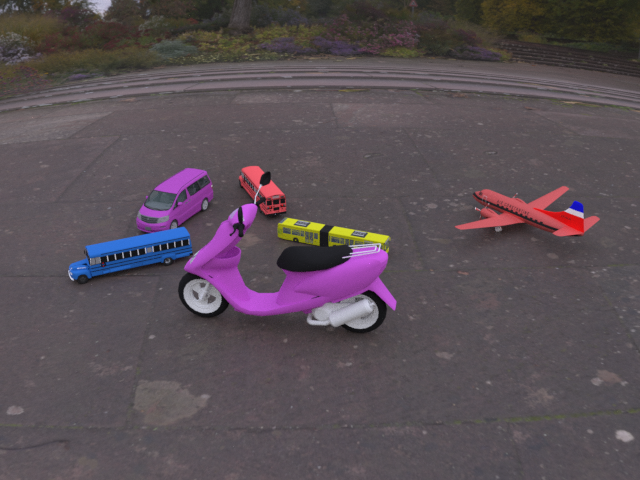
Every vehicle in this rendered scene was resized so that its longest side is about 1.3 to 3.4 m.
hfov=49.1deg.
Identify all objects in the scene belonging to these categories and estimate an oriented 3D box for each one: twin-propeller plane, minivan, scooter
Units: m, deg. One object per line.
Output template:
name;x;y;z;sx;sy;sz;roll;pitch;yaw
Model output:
twin-propeller plane;3.212;-0.518;10.950;2.663;0.792;2.129;-19;32;-32
minivan;-2.356;-0.639;11.387;0.681;0.616;1.548;11;29;20
scooter;-0.437;0.249;8.321;2.721;1.786;1.288;5;27;9

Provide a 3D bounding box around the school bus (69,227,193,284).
school bus;-2.683;0.204;9.913;1.708;0.434;0.365;-13;29;-23

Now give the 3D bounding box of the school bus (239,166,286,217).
school bus;-1.025;-0.880;12.067;0.365;0.434;1.708;-10;29;-20

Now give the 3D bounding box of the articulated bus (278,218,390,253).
articulated bus;0.198;-0.040;10.560;1.749;0.289;0.311;11;29;20
